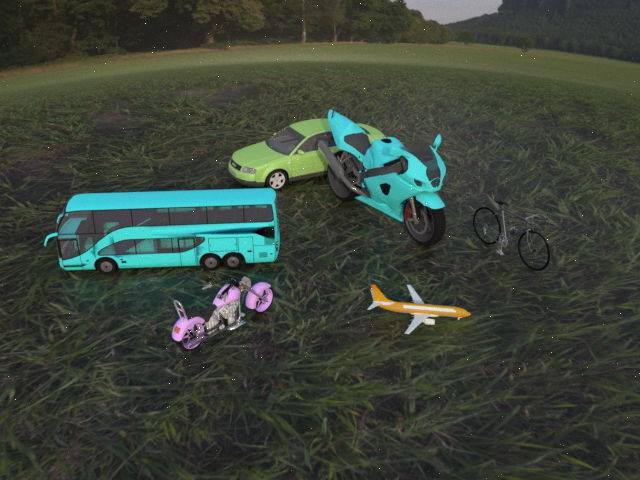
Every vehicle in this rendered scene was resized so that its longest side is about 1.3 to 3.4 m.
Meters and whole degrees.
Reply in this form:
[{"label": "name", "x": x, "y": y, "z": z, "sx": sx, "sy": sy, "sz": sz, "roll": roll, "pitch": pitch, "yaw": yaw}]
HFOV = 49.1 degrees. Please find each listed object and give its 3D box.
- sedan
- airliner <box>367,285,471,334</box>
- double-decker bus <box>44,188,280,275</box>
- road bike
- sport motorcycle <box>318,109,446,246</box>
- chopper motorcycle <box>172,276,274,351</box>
[{"label": "sedan", "x": -0.218, "y": -1.732, "z": 13.304, "sx": 3.137, "sy": 0.940, "sz": 1.235, "roll": -14, "pitch": 30, "yaw": -24}, {"label": "airliner", "x": 1.276, "y": 0.799, "z": 8.948, "sx": 1.307, "sy": 0.429, "sz": 1.161, "roll": 4, "pitch": 27, "yaw": 7}, {"label": "double-decker bus", "x": -2.215, "y": -0.144, "z": 10.098, "sx": 3.251, "sy": 1.052, "sz": 0.756, "roll": -2, "pitch": 27, "yaw": -4}, {"label": "road bike", "x": 2.809, "y": -0.146, "z": 10.321, "sx": 0.358, "sy": 0.852, "sz": 1.545, "roll": -16, "pitch": 31, "yaw": -28}, {"label": "sport motorcycle", "x": 1.002, "y": -1.056, "z": 11.274, "sx": 0.983, "sy": 1.596, "sz": 2.955, "roll": -17, "pitch": 32, "yaw": -30}, {"label": "chopper motorcycle", "x": -1.163, "y": 0.791, "z": 8.601, "sx": 0.466, "sy": 0.761, "sz": 1.563, "roll": 22, "pitch": 35, "yaw": 36}]
